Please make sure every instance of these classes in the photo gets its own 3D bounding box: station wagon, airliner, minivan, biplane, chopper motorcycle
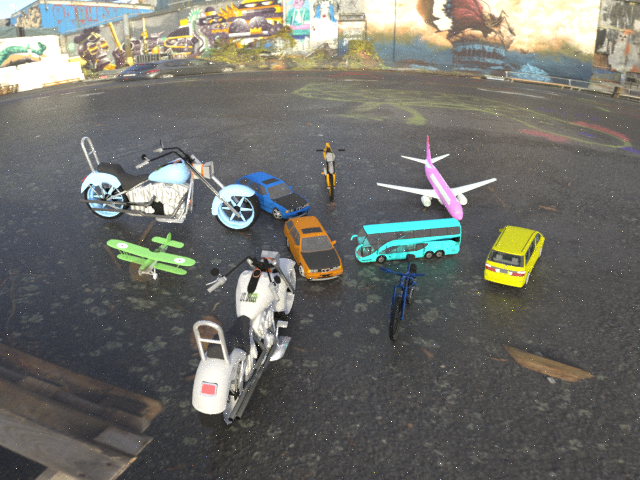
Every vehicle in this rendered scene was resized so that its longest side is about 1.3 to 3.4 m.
[{"bbox_3d":[-0.118,0.076,10.692,0.682,0.473,1.597,-7,27,-13],"label":"station wagon"},{"bbox_3d":[2.207,-1.127,12.688,2.257,0.835,2.541,-3,27,-5],"label":"airliner"},{"bbox_3d":[2.916,0.142,10.402,0.681,0.616,1.548,13,29,24],"label":"minivan"},{"bbox_3d":[-0.858,-0.825,12.488,0.682,0.473,1.597,-21,34,-36],"label":"station wagon"},{"bbox_3d":[-2.407,0.238,10.334,1.336,0.504,1.090,6,27,12],"label":"biplane"},{"bbox_3d":[-2.503,-0.920,11.556,3.040,1.480,0.906,4,27,8],"label":"chopper motorcycle"},{"bbox_3d":[-0.762,0.828,8.070,0.906,1.480,3.040,6,27,11],"label":"chopper motorcycle"}]

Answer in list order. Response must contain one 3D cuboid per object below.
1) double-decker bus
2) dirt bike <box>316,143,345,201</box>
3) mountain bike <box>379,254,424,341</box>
[{"bbox_3d":[1.328,0.011,10.746,1.672,0.541,0.389,-5,27,-10],"label":"double-decker bus"},{"bbox_3d":[0.185,-1.344,13.096,0.527,0.857,1.493,-1,27,-3],"label":"dirt bike"},{"bbox_3d":[1.094,0.655,9.098,0.573,0.868,1.469,8,28,16],"label":"mountain bike"}]
